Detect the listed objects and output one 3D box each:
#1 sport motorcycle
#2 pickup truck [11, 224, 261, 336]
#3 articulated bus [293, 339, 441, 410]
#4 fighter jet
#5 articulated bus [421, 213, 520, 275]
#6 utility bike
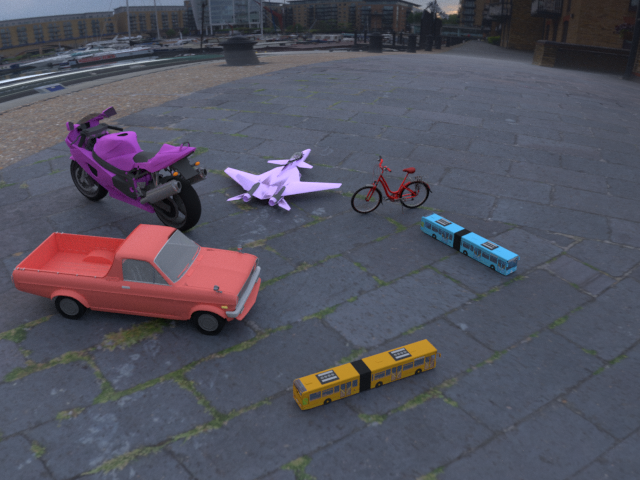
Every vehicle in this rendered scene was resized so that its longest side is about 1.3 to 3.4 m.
[{"bbox_3d":[-3.070,-1.130,11.320,2.955,1.596,0.983,18,34,29],"label":"sport motorcycle"},{"bbox_3d":[-2.375,0.392,9.208,3.117,0.993,1.244,5,30,9],"label":"pickup truck"},{"bbox_3d":[0.543,1.510,7.923,1.749,0.289,0.311,-13,32,-22],"label":"articulated bus"},{"bbox_3d":[-0.625,-1.348,12.779,2.229,0.557,2.640,10,30,17],"label":"fighter jet"},{"bbox_3d":[2.223,0.039,10.564,0.311,0.289,1.749,-20,35,-32],"label":"articulated bus"},{"bbox_3d":[1.215,-0.869,11.519,1.435,0.946,0.535,-7,30,-12],"label":"utility bike"}]
